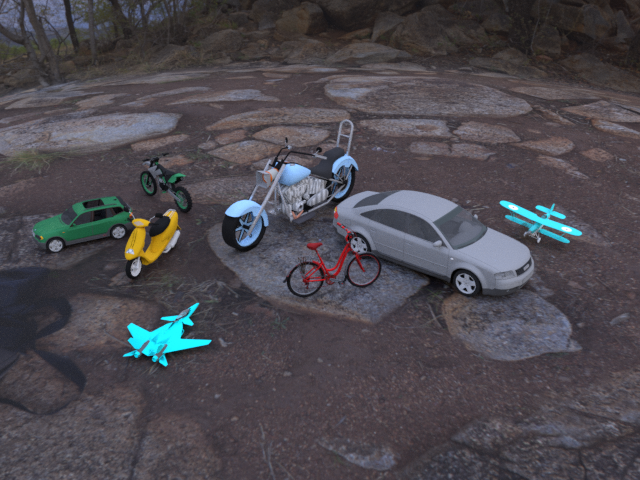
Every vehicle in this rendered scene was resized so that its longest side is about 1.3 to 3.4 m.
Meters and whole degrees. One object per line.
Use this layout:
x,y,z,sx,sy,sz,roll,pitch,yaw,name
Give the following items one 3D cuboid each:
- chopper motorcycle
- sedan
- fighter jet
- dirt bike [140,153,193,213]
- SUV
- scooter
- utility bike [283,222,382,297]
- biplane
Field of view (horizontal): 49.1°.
-0.418,-0.932,11.390,0.906,1.480,3.040,21,34,36,chopper motorcycle
1.627,-0.100,10.351,3.137,0.940,1.235,20,33,34,sedan
-1.853,1.058,8.792,1.147,0.286,1.358,9,28,17,fighter jet
-2.738,-1.030,12.270,1.493,0.857,0.527,23,35,38,dirt bike
-3.752,-0.291,11.122,1.572,0.580,0.656,-14,30,-25,SUV
-2.481,-0.089,10.351,0.662,0.919,1.399,10,29,19,scooter
0.164,0.274,9.607,1.435,0.946,0.535,-8,28,-16,utility bike
3.551,-0.282,11.188,1.336,0.504,1.090,18,32,31,biplane
